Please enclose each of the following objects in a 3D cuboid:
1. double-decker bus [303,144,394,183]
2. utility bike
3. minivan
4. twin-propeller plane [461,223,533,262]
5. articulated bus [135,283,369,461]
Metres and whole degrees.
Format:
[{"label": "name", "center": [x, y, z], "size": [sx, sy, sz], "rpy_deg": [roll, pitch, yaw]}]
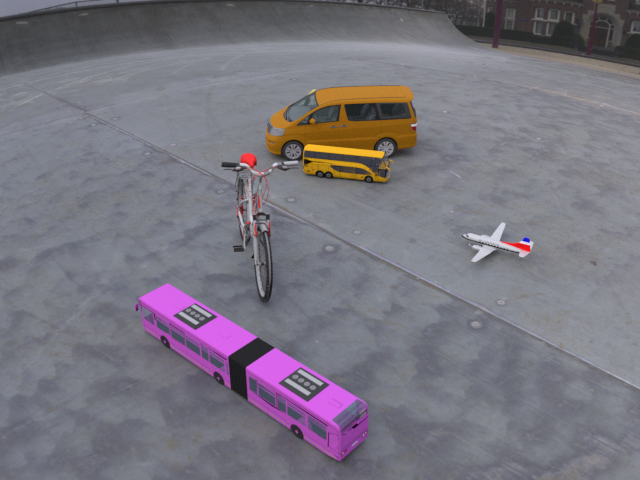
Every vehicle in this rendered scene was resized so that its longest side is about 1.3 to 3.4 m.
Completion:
[{"label": "double-decker bus", "center": [0.514, -1.415, 12.986], "size": [1.672, 0.541, 0.389], "rpy_deg": [7, 31, 12]}, {"label": "utility bike", "center": [-0.882, -0.455, 10.068], "size": [1.039, 1.839, 2.791], "rpy_deg": [-7, 31, -12]}, {"label": "minivan", "center": [0.410, -2.376, 13.976], "size": [3.011, 1.197, 1.324], "rpy_deg": [-2, 30, -4]}, {"label": "twin-propeller plane", "center": [2.674, 0.021, 10.672], "size": [1.095, 0.407, 1.370], "rpy_deg": [17, 35, 27]}, {"label": "articulated bus", "center": [-0.906, 1.414, 8.147], "size": [3.401, 0.561, 0.605], "rpy_deg": [24, 38, 35]}]
